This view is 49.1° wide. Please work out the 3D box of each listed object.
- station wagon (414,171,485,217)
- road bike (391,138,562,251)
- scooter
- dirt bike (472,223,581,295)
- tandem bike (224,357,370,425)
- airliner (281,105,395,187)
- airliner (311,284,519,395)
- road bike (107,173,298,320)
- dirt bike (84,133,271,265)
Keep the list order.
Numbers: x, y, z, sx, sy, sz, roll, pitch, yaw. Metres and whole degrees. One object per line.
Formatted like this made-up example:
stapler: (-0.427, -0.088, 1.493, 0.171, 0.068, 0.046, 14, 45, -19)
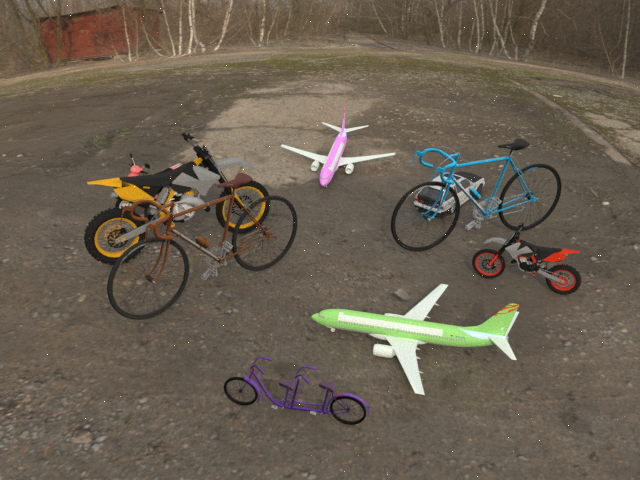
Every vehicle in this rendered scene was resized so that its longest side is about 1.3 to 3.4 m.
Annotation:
station wagon: (2.285, -0.902, 12.163, 0.682, 0.473, 1.597, 22, 36, 33)
road bike: (2.451, -0.719, 10.643, 3.004, 1.656, 0.696, -11, 31, -18)
scooter: (-2.864, -0.998, 11.881, 1.399, 0.919, 0.662, -23, 37, -34)
dirt bike: (2.870, 0.277, 9.699, 1.493, 0.857, 0.527, 12, 32, 20)
tandem bike: (-0.270, 1.622, 7.510, 1.642, 0.682, 0.283, 7, 30, 12)
airliner: (0.289, -1.794, 13.367, 2.257, 0.835, 2.541, 5, 30, 10)
airliner: (1.115, 0.943, 8.551, 2.541, 0.835, 2.257, 8, 31, 13)
road bike: (-1.484, -0.011, 9.398, 3.004, 1.656, 0.696, -23, 37, -34)
dirt bike: (-2.096, -0.617, 10.455, 2.903, 1.666, 1.024, -14, 33, -24)
